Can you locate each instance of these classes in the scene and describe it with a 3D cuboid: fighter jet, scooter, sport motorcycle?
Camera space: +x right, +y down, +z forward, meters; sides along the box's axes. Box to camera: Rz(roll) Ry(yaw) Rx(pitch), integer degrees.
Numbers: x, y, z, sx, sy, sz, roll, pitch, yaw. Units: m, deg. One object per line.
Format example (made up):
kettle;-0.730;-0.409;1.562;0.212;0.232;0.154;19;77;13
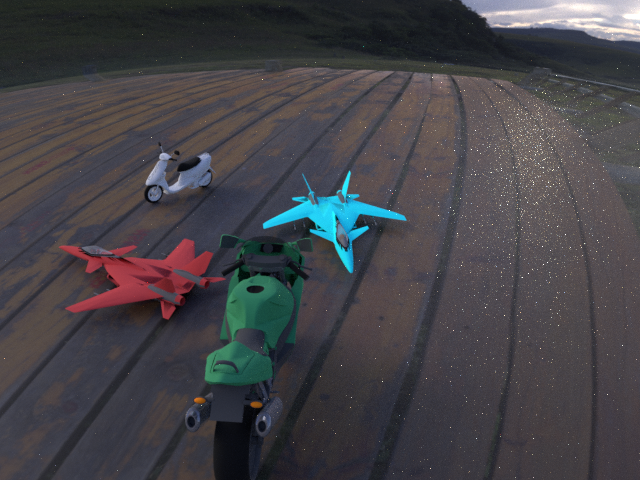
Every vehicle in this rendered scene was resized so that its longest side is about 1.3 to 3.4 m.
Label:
fighter jet;0.262;-0.307;10.624;2.229;0.557;2.640;-3;28;-6
scooter;-2.406;-1.205;11.959;1.399;0.919;0.662;-22;35;-36
fighter jet;-2.681;0.265;9.522;2.640;0.557;2.229;16;31;28
sport motorcycle;-0.626;1.022;6.939;0.983;1.596;2.955;2;28;5
